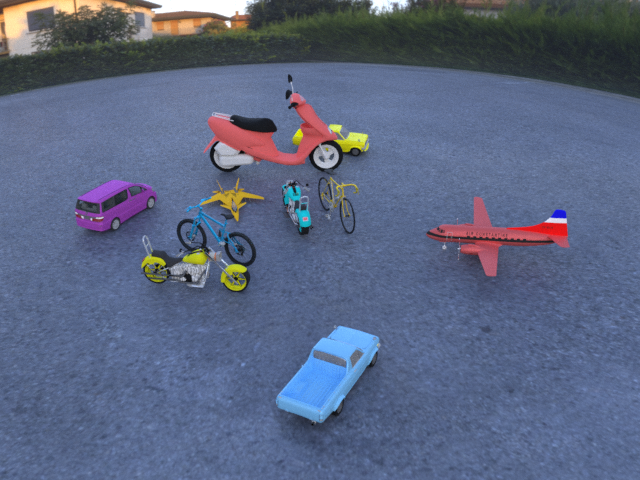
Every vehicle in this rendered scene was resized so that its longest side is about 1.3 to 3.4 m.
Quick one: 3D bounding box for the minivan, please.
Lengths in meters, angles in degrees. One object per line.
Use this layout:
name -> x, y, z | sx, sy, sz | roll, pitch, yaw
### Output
minivan -> -3.439, -0.673, 11.905 | 0.681, 0.616, 1.548 | 12, 30, 22

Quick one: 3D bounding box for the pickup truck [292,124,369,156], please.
pickup truck -> 0.234, -2.154, 14.831 | 1.603, 0.511, 0.640 | 5, 28, 10

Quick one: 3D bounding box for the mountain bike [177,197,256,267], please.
mountain bike -> -1.585, -0.101, 10.546 | 1.469, 0.868, 0.573 | 15, 31, 26

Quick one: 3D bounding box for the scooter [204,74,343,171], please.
scooter -> -0.903, -2.151, 13.457 | 2.721, 1.786, 1.288 | 0, 28, 0

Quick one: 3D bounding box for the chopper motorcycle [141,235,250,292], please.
chopper motorcycle -> -1.763, 0.334, 9.835 | 1.563, 0.761, 0.466 | 4, 28, 8

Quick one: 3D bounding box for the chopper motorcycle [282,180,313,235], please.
chopper motorcycle -> -0.417, -0.665, 11.733 | 0.466, 0.761, 1.563 | -7, 29, -13

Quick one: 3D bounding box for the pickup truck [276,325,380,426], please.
pickup truck -> 0.130, 1.459, 7.966 | 0.640, 0.511, 1.603 | 13, 31, 24

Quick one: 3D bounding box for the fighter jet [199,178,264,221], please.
fighter jet -> -1.540, -0.702, 12.312 | 1.147, 0.286, 1.358 | -6, 28, -12

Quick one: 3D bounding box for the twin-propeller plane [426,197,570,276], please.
twin-propeller plane -> 2.707, -0.156, 10.733 | 2.129, 0.792, 2.663 | 3, 28, 7

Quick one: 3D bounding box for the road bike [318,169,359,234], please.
road bike -> 0.265, -0.708, 11.717 | 0.358, 0.852, 1.545 | -11, 30, -19
